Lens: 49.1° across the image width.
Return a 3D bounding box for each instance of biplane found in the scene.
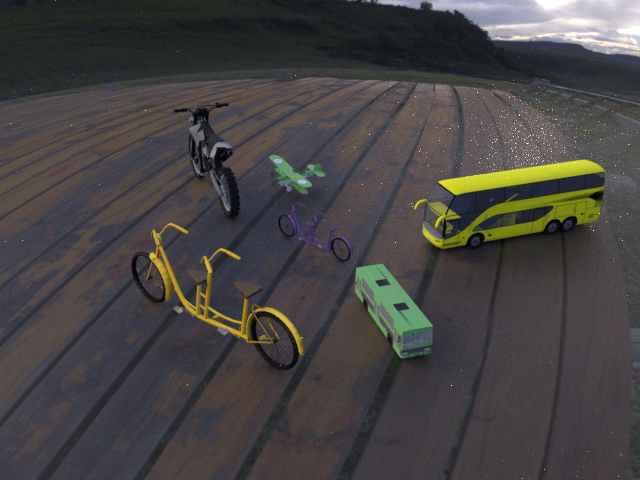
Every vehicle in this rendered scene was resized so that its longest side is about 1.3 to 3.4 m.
[{"bbox_3d":[-0.429,-1.225,13.431,1.090,0.504,1.336,-17,31,-29],"label":"biplane"}]

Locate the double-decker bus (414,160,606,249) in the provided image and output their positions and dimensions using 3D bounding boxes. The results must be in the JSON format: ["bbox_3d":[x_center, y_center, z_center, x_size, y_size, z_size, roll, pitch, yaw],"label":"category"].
[{"bbox_3d":[3.187,-0.592,11.594,3.251,1.052,0.756,-9,29,-18],"label":"double-decker bus"}]

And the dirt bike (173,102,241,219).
[{"bbox_3d":[-2.026,-1.575,12.839,1.024,1.666,2.903,-12,29,-21],"label":"dirt bike"}]

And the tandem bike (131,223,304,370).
[{"bbox_3d":[-1.430,0.634,8.899,3.192,1.326,0.550,21,34,34],"label":"tandem bike"}]

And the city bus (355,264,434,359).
[{"bbox_3d":[0.943,0.921,9.288,0.476,0.460,1.674,-8,28,-15],"label":"city bus"}]

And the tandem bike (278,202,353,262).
[{"bbox_3d":[-0.102,-0.159,11.154,1.642,0.682,0.283,23,35,38],"label":"tandem bike"}]
